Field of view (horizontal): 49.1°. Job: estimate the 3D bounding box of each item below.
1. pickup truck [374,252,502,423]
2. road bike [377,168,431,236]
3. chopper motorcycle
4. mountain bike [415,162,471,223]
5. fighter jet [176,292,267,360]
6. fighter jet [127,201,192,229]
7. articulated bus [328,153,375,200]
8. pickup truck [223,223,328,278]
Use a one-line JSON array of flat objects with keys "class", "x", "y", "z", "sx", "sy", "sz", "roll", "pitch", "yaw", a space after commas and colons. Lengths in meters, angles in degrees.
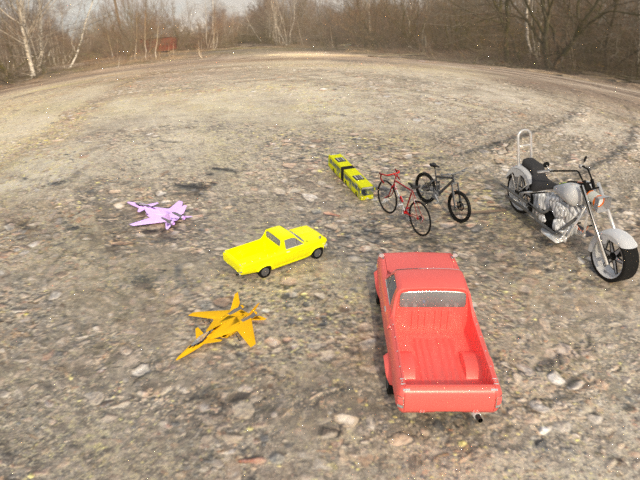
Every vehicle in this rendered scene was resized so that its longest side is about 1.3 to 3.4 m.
[{"class": "pickup truck", "x": 1.356, "y": 0.958, "z": 8.650, "sx": 1.244, "sy": 0.993, "sz": 3.117, "roll": 0, "pitch": 29, "yaw": 0}, {"class": "road bike", "x": 1.402, "y": -0.663, "z": 11.752, "sx": 0.358, "sy": 0.852, "sz": 1.545, "roll": -15, "pitch": 32, "yaw": -25}, {"class": "chopper motorcycle", "x": 3.894, "y": -0.602, "z": 10.988, "sx": 0.906, "sy": 1.480, "sz": 3.040, "roll": -10, "pitch": 30, "yaw": -17}, {"class": "mountain bike", "x": 2.126, "y": -0.887, "z": 12.145, "sx": 0.573, "sy": 0.868, "sz": 1.469, "roll": -16, "pitch": 33, "yaw": -27}, {"class": "fighter jet", "x": -1.359, "y": 1.144, "z": 9.044, "sx": 1.147, "sy": 0.286, "sz": 1.358, "roll": 20, "pitch": 35, "yaw": 32}, {"class": "fighter jet", "x": -2.912, "y": -0.564, "z": 12.160, "sx": 1.358, "sy": 0.286, "sz": 1.147, "roll": 19, "pitch": 34, "yaw": 31}, {"class": "articulated bus", "x": 0.572, "y": -1.228, "z": 13.367, "sx": 0.311, "sy": 0.289, "sz": 1.749, "roll": -10, "pitch": 30, "yaw": -17}, {"class": "pickup truck", "x": -0.669, "y": 0.114, "z": 10.691, "sx": 1.603, "sy": 0.511, "sz": 0.640, "roll": -19, "pitch": 34, "yaw": -31}]
